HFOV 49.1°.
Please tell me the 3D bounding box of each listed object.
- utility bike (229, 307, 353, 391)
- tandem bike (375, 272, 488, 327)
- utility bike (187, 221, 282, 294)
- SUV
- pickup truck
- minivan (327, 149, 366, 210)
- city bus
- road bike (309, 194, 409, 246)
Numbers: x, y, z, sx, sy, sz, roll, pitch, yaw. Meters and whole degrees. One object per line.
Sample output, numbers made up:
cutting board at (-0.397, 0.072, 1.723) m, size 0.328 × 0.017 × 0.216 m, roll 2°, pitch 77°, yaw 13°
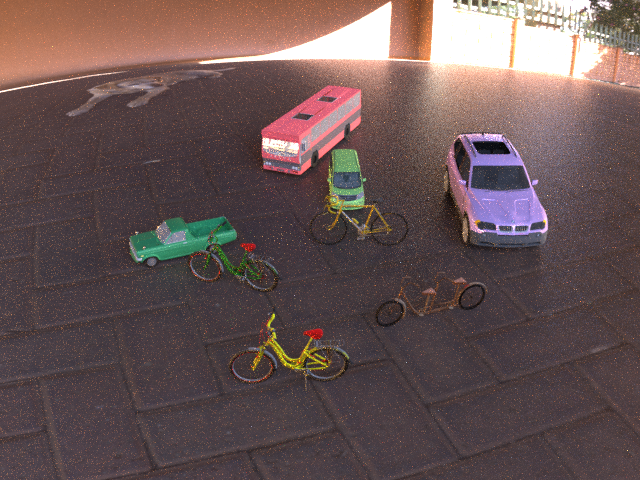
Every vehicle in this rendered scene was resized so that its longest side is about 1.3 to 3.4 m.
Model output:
utility bike at (-0.326, 1.289, 7.905) m, size 1.435 × 0.946 × 0.535 m, roll -1°, pitch 29°, yaw -3°
tandem bike at (1.491, 0.736, 9.183) m, size 1.642 × 0.682 × 0.283 m, roll -9°, pitch 30°, yaw -17°
utility bike at (-1.227, 0.294, 9.713) m, size 1.435 × 0.946 × 0.535 m, roll 8°, pitch 30°, yaw 15°
SUV at (2.879, -0.914, 11.719) m, size 1.276 × 1.128 × 3.058 m, roll 0°, pitch 29°, yaw 0°
pickup truck at (-2.115, -0.049, 10.788) m, size 1.603 × 0.511 × 0.640 m, roll -13°, pitch 31°, yaw -21°
minivan at (0.462, -1.091, 12.574) m, size 0.681 × 0.616 × 1.548 m, roll -1°, pitch 29°, yaw -1°
city bus at (-0.099, -2.304, 14.489) m, size 0.926 × 0.894 × 3.255 m, roll 12°, pitch 31°, yaw 21°
road bike at (0.607, -0.288, 10.869) m, size 1.545 × 0.852 × 0.358 m, roll 1°, pitch 29°, yaw 1°
